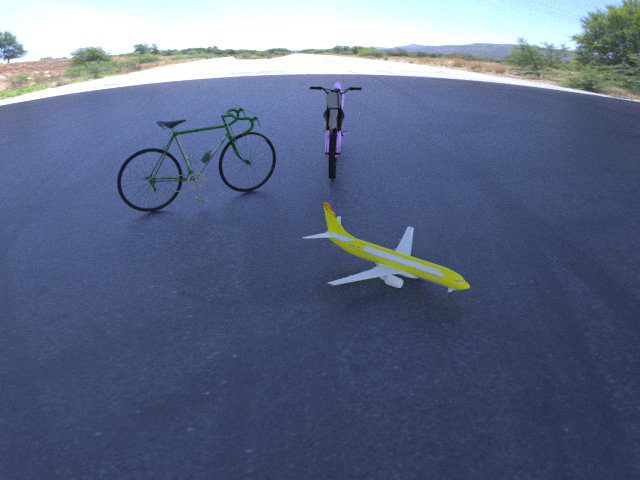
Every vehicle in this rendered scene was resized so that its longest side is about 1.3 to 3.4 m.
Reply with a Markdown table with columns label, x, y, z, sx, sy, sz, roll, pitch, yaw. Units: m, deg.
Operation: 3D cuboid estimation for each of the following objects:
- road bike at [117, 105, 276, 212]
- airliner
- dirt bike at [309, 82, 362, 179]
| label | x | y | z | sx | sy | sz | roll | pitch | yaw |
| --- | --- | --- | --- | --- | --- | --- | --- | --- | --- |
| road bike | -2.140 | -1.458 | 12.461 | 3.004 | 1.656 | 0.696 | -14 | 30 | -26 |
| airliner | 1.037 | 0.109 | 10.223 | 2.541 | 0.835 | 2.257 | 18 | 31 | 32 |
| dirt bike | 0.326 | -2.404 | 14.359 | 1.024 | 1.666 | 2.903 | 2 | 26 | 3 |
